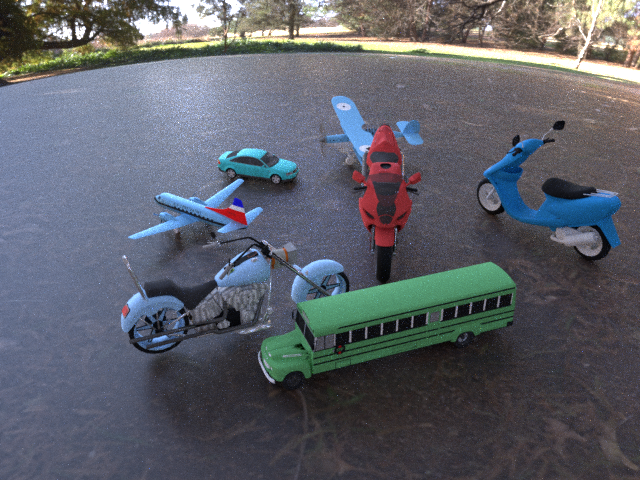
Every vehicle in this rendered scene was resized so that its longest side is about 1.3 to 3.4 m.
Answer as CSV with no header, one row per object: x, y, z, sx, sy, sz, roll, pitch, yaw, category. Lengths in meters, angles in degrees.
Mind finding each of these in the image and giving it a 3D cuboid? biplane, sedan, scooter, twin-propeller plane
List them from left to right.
-2.023,-0.559,11.658,2.129,0.792,2.663,19,35,30,twin-propeller plane
-1.199,-1.477,13.594,1.613,0.483,0.635,9,31,15,sedan
1.017,-2.052,14.103,2.120,0.981,2.598,-7,30,-12,biplane
3.619,-0.852,11.166,1.288,1.786,2.721,-21,36,-32,scooter

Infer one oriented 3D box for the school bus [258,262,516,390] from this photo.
0.859,1.033,8.794,3.322,0.844,0.709,-11,31,-18,school bus

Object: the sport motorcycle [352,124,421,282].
1.005,-0.650,11.002,0.983,1.596,2.955,2,30,3,sport motorcycle

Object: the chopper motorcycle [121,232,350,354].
-1.024,0.575,8.958,3.040,1.480,0.906,-12,32,-21,chopper motorcycle
